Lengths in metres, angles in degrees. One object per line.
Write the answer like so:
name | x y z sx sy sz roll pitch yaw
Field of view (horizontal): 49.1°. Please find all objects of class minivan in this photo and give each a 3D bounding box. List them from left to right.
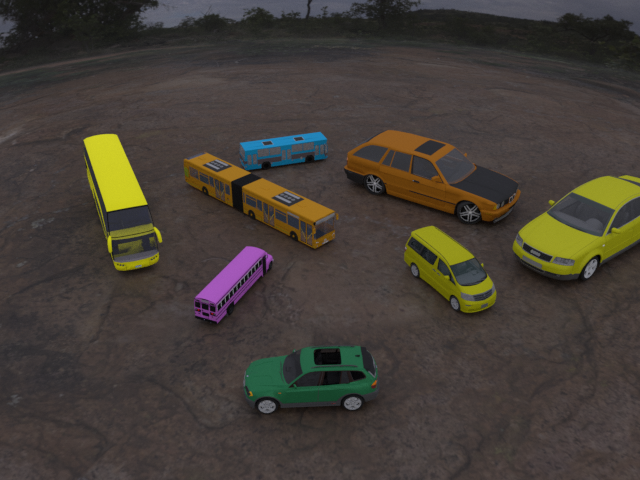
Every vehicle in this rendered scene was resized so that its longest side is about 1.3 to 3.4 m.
minivan | 1.847 0.401 9.949 0.681 0.616 1.548 -16 34 -25

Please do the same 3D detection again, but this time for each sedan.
sedan | 4.293 -0.333 10.857 3.137 0.940 1.235 -22 37 -32

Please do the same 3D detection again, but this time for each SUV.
SUV | -0.101 1.558 8.055 1.572 0.580 0.656 -2 31 -3

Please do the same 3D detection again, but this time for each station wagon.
station wagon | 1.965 -1.199 12.319 3.105 0.920 1.327 21 37 30

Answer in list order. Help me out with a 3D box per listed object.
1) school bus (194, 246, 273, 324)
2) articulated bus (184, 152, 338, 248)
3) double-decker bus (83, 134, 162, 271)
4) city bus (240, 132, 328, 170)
school bus | -1.168 0.560 9.861 0.365 0.434 1.708 13 33 20
articulated bus | -1.103 -0.737 11.899 3.401 0.561 0.605 26 40 37
double-decker bus | -3.256 -0.660 11.294 0.756 1.052 3.251 -12 33 -19
city bus | -0.702 -1.715 13.626 1.674 0.460 0.476 -10 33 -17
